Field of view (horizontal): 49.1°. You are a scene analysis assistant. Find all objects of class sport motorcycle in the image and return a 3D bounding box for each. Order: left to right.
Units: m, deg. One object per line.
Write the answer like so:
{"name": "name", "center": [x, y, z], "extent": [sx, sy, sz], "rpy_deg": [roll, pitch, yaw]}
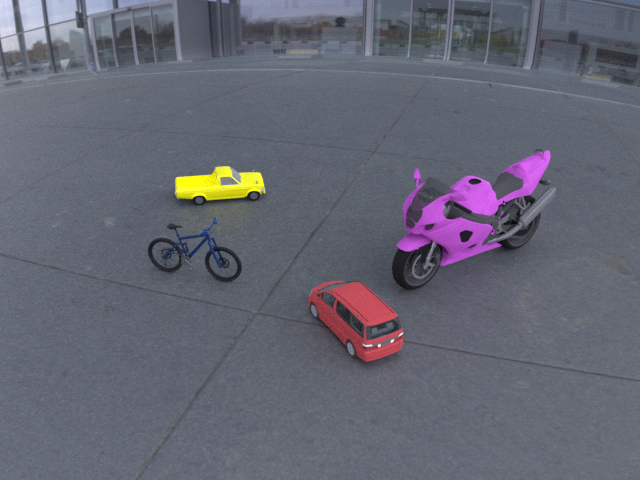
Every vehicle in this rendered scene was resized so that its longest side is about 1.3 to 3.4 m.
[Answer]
{"name": "sport motorcycle", "center": [2.223, -0.322, 10.118], "extent": [2.955, 1.596, 0.983], "rpy_deg": [-19, 34, -30]}

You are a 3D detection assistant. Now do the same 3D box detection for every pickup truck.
{"name": "pickup truck", "center": [-1.786, -1.003, 12.471], "extent": [1.603, 0.511, 0.640], "rpy_deg": [-5, 29, -9]}

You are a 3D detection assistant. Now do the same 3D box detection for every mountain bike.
{"name": "mountain bike", "center": [-1.817, 0.149, 10.020], "extent": [1.469, 0.868, 0.573], "rpy_deg": [8, 30, 15]}

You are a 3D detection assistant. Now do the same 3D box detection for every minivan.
{"name": "minivan", "center": [0.415, 0.906, 8.911], "extent": [0.681, 0.616, 1.548], "rpy_deg": [-15, 32, -25]}
